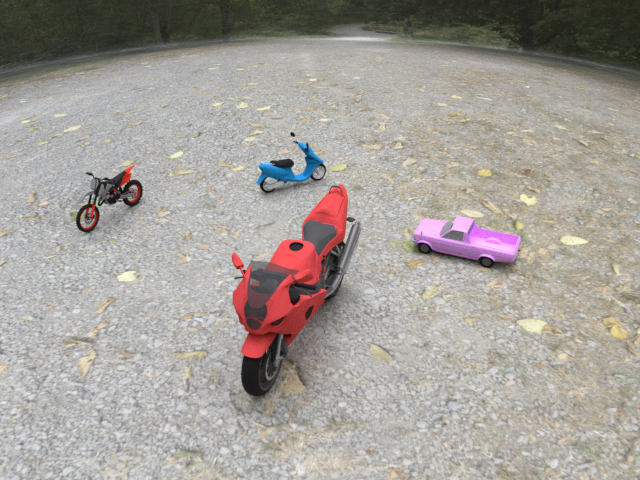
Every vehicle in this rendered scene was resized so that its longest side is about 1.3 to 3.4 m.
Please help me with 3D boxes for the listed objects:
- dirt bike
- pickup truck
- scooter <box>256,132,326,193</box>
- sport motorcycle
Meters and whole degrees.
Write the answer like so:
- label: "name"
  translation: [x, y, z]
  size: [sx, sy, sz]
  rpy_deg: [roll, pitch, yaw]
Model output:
- label: "dirt bike"
  translation: [-3.470, -0.742, 11.538]
  size: [0.527, 0.857, 1.493]
  rpy_deg: [17, 35, 25]
- label: "pickup truck"
  translation: [2.234, -0.027, 10.689]
  size: [1.603, 0.511, 0.640]
  rpy_deg: [13, 33, 20]
- label: "scooter"
  translation: [-0.500, -1.370, 12.518]
  size: [1.399, 0.919, 0.662]
  rpy_deg: [-16, 35, -25]
- label: "sport motorcycle"
  translation: [-0.258, 0.549, 8.688]
  size: [0.983, 1.596, 2.955]
  rpy_deg: [12, 33, 18]
